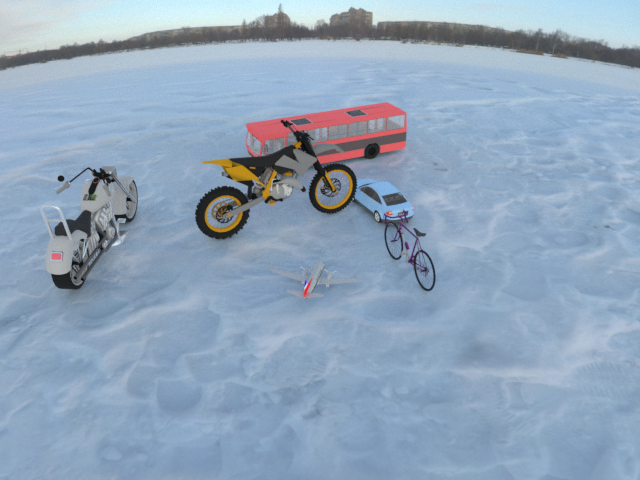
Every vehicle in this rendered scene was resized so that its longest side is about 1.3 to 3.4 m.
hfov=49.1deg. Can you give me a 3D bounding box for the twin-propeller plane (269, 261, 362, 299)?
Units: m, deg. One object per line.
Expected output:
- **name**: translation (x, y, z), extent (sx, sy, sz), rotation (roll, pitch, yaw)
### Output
- **twin-propeller plane**: translation (-0.092, 0.518, 9.983), extent (1.370, 0.407, 1.095), rotation (6, 29, 12)

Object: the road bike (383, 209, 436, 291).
- **road bike**: translation (1.304, 0.112, 10.265), extent (0.358, 0.852, 1.545), rotation (-11, 30, -19)

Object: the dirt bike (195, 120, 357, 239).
- **dirt bike**: translation (-0.669, -0.990, 11.439), extent (2.903, 1.666, 1.024), rotation (-14, 31, -23)

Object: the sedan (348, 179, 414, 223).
- **sedan**: translation (1.042, -0.766, 12.267), extent (0.635, 0.483, 1.613), rotation (-13, 31, -22)

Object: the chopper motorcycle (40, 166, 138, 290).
- **chopper motorcycle**: translation (-3.410, -0.460, 10.659), extent (0.906, 1.480, 3.040), rotation (2, 29, 4)

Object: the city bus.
- **city bus**: translation (0.163, -2.058, 14.213), extent (3.255, 0.894, 0.926), rotation (-13, 31, -22)
